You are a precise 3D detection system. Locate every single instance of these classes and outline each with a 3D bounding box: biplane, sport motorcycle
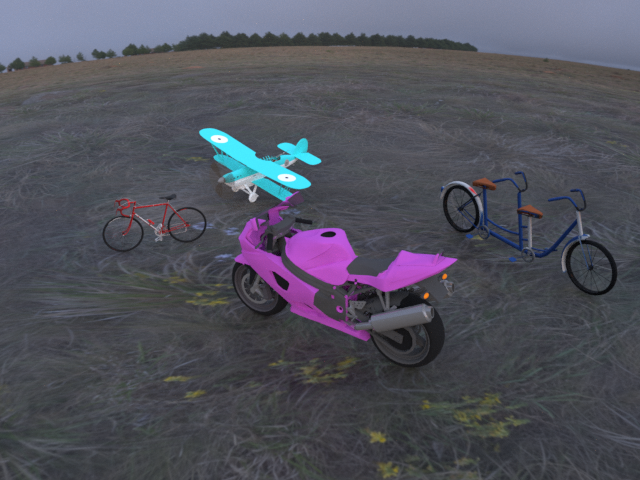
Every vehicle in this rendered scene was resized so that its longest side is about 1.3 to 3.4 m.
[{"bbox_3d":[-0.937,-1.277,12.315,2.598,0.981,2.120,23,35,38],"label":"biplane"},{"bbox_3d":[0.148,0.477,8.197,2.955,1.596,0.983,16,31,28],"label":"sport motorcycle"}]

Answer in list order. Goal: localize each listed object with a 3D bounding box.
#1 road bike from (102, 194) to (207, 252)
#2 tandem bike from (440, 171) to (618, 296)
[{"bbox_3d":[-2.476,-0.274,10.490,1.545,0.852,0.358,-9,28,-17],"label":"road bike"},{"bbox_3d":[2.887,-0.316,10.050,0.550,1.326,3.192,-18,32,-32],"label":"tandem bike"}]
